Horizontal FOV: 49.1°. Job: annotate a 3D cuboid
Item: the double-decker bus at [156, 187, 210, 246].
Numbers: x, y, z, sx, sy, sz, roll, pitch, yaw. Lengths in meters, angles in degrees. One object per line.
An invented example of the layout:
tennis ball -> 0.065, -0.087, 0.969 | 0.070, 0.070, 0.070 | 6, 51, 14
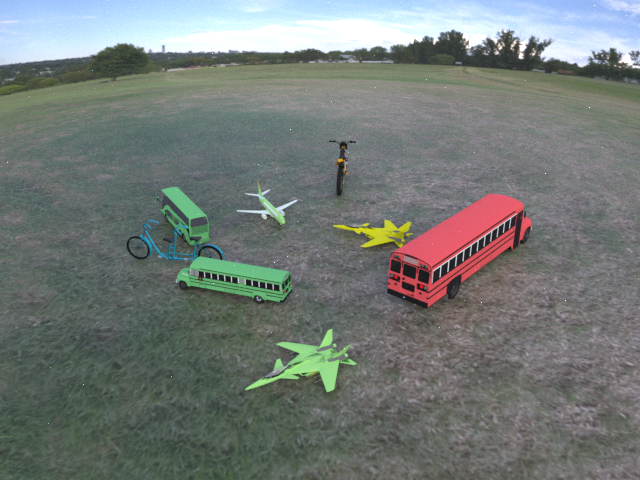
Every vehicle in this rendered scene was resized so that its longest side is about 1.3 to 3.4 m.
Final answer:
double-decker bus -> -2.329, -0.435, 11.880 | 0.389, 0.541, 1.672 | -14, 29, -26

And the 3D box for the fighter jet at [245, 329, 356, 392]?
fighter jet -> -0.284, 1.459, 8.254 | 1.358, 0.286, 1.147 | -16, 30, -30

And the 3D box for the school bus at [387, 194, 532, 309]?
school bus -> 2.242, 0.044, 10.542 | 0.709, 0.844, 3.322 | 20, 32, 35

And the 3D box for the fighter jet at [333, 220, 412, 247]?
fighter jet -> 0.830, -0.198, 11.683 | 1.358, 0.286, 1.147 | 11, 28, 22

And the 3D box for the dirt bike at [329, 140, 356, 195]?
dirt bike -> 0.424, -1.482, 13.684 | 0.527, 0.857, 1.493 | 3, 26, 6

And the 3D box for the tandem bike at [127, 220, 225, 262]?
tandem bike -> -2.227, 0.071, 10.673 | 1.642, 0.682, 0.283 | 7, 27, 14

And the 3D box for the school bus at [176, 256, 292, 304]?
school bus -> -1.252, 0.555, 9.954 | 1.708, 0.434, 0.365 | 9, 27, 17

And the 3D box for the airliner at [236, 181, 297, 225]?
airliner -> -0.886, -0.651, 12.456 | 1.161, 0.429, 1.307 | -11, 28, -22
